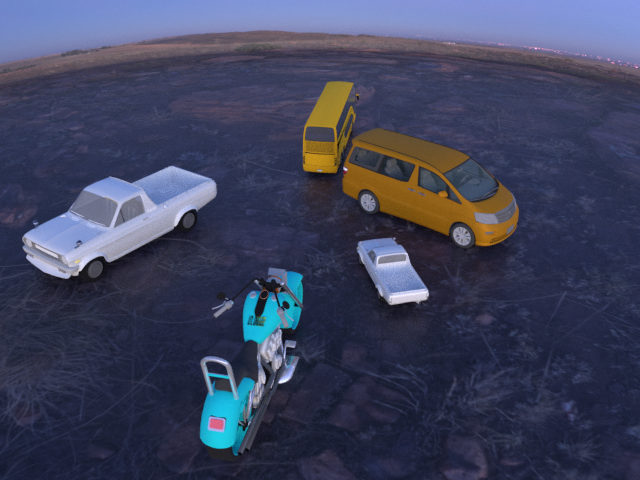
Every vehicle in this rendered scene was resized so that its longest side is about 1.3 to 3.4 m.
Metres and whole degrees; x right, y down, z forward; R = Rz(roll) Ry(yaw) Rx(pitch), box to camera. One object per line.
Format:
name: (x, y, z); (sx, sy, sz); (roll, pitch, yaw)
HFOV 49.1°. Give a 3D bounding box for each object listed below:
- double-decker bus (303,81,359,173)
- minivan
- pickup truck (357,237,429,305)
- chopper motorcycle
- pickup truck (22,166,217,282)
double-decker bus: (0.250, -2.403, 14.402); (0.756, 1.052, 3.251); (5, 30, 8)
minivan: (1.822, -0.915, 11.623); (3.011, 1.197, 1.324); (23, 37, 34)
pickup truck: (1.012, 0.392, 10.010); (0.640, 0.511, 1.603); (-7, 30, -12)
chopper motorcycle: (-0.658, 1.054, 7.854); (0.906, 1.480, 3.040); (6, 30, 11)
pickup truck: (-3.048, -0.438, 10.987); (1.244, 0.993, 3.117); (20, 35, 31)
